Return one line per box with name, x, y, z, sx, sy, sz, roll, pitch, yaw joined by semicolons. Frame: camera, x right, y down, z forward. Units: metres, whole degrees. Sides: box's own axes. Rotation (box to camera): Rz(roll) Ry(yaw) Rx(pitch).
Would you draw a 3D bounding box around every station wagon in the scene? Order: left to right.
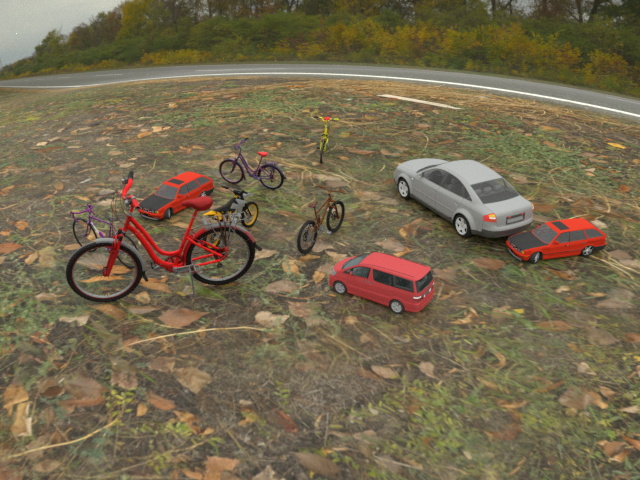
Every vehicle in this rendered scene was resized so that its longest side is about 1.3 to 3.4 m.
station wagon;-2.680;-0.860;13.009;0.682;0.473;1.597;16;32;28
station wagon;3.846;-0.025;11.409;1.597;0.473;0.682;-7;28;-14

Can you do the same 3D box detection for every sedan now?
sedan;2.505;-0.957;12.691;1.235;0.940;3.137;-14;31;-24

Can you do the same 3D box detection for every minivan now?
minivan;0.868;0.545;10.164;1.548;0.616;0.681;17;32;29

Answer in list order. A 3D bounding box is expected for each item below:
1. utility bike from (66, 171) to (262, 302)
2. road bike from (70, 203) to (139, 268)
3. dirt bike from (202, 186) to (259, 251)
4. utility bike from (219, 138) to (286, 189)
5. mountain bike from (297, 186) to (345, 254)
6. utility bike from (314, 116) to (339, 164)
utility bike;-2.166;0.029;9.832;2.791;1.839;1.039;-8;29;-15
road bike;-3.419;-0.067;11.081;1.545;0.852;0.358;17;32;30
dirt bike;-1.504;-0.411;11.733;0.527;0.857;1.493;16;32;28
utility bike;-1.347;-1.444;13.616;1.435;0.946;0.535;9;29;17
mountain bike;0.036;-0.363;11.629;0.573;0.868;1.469;16;31;27
utility bike;0.148;-2.281;15.218;0.535;0.946;1.435;2;28;5
